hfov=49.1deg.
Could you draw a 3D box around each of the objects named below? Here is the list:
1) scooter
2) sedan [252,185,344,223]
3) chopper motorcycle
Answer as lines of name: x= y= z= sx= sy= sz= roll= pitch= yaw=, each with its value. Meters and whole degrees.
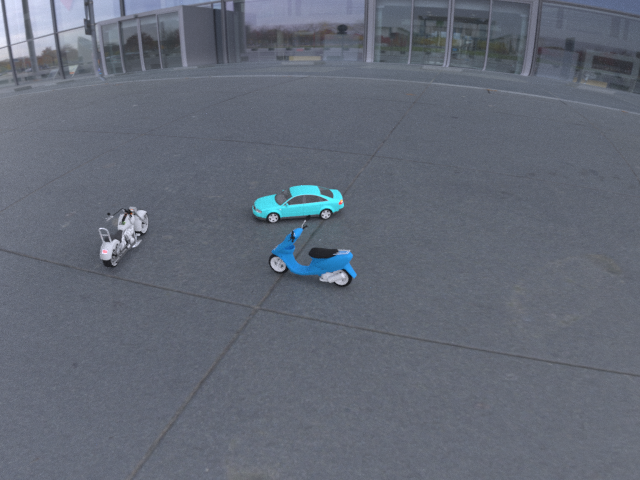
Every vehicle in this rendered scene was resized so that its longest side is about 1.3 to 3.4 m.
scooter: x=-0.129 y=0.192 z=10.274 sx=1.399 sy=0.919 sz=0.662 roll=11 pitch=30 yaw=19
sedan: x=-0.387 y=-0.672 z=12.323 sx=1.613 sy=0.483 sz=0.635 roll=-5 pitch=29 yaw=-8
chopper motorcycle: x=-3.090 y=-0.172 z=11.109 sx=0.466 sy=0.761 sz=1.563 roll=4 pitch=29 yaw=8
